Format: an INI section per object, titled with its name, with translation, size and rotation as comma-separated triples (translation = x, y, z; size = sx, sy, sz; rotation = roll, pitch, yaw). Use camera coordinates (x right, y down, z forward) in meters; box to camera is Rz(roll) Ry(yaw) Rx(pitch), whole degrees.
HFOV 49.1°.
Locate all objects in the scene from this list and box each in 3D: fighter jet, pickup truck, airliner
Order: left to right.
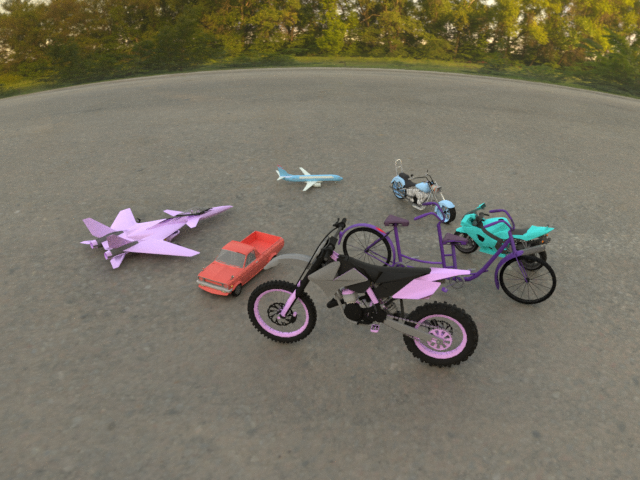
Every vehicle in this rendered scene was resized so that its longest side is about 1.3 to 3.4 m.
[fighter jet]
translation = -2.537, -0.339, 11.671
size = 2.640, 0.557, 2.229
rotation = -23, 36, -37
[pickup truck]
translation = -1.168, 0.285, 10.537
size = 0.640, 0.511, 1.603
rotation = 14, 31, 25
[airliner]
translation = -0.198, -1.282, 13.596
size = 1.307, 0.429, 1.161
rotation = -2, 28, -4

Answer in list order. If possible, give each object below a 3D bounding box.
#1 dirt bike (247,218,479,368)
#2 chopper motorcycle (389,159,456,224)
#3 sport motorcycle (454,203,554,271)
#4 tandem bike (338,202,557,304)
[dirt bike]
translation = 0.481, 0.709, 8.495
size = 2.903, 1.666, 1.024
rotation = 6, 28, 12
[chopper motorcycle]
translation = 1.831, -0.871, 12.462
size = 0.466, 0.761, 1.563
rotation = -19, 33, -31
[sport motorcycle]
translation = 2.790, -0.031, 10.805
size = 1.520, 0.821, 0.506
rotation = 15, 31, 27
[tandem bike]
translation = 1.759, 0.108, 10.000
size = 3.192, 1.326, 0.550
rotation = 11, 30, 19
